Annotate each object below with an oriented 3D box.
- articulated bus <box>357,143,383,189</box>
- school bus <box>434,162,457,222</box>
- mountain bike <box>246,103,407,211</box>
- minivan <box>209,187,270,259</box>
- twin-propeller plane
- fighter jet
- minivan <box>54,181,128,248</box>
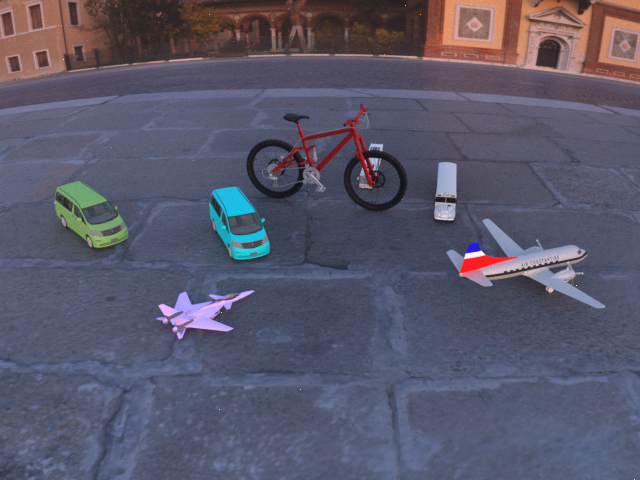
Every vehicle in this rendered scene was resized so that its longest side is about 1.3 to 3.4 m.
[{"bbox_3d":[0.990,-1.442,13.435,0.311,0.289,1.749,5,28,9],"label":"articulated bus"},{"bbox_3d":[2.186,-0.844,12.154,0.365,0.434,1.708,5,28,9],"label":"school bus"},{"bbox_3d":[0.076,-1.372,11.812,2.857,1.688,1.114,8,29,15],"label":"mountain bike"},{"bbox_3d":[-1.270,-0.270,10.882,0.681,0.616,1.548,-11,30,-20],"label":"minivan"},{"bbox_3d":[2.871,0.241,9.731,2.129,0.792,2.663,-10,30,-18],"label":"twin-propeller plane"},{"bbox_3d":[-1.414,0.827,9.167,1.358,0.286,1.147,-22,35,-35],"label":"fighter jet"},{"bbox_3d":[-3.658,-0.411,11.146,0.681,0.616,1.548,-23,35,-36],"label":"minivan"}]
